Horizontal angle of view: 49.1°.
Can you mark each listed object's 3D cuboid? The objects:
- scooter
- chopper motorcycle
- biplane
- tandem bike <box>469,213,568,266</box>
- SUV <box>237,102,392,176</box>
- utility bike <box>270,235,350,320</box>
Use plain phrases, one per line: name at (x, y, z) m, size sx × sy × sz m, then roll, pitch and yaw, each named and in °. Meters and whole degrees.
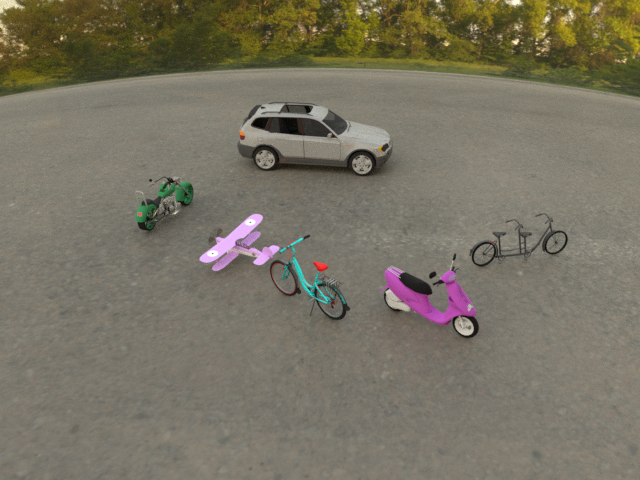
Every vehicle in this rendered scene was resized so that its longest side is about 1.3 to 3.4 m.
scooter at (1.363, 0.642, 8.734) m, size 1.399 × 0.919 × 0.662 m, roll 19°, pitch 32°, yaw 32°
chopper motorcycle at (-2.552, -0.715, 11.579) m, size 0.466 × 0.761 × 1.563 m, roll 10°, pitch 29°, yaw 18°
biplane at (-1.140, 0.129, 10.200) m, size 1.090 × 0.504 × 1.336 m, roll 16°, pitch 31°, yaw 29°
tandem bike at (2.941, -0.001, 10.260) m, size 1.642 × 0.682 × 0.283 m, roll -8°, pitch 28°, yaw -15°
SUV at (-0.096, -2.049, 13.799) m, size 3.058 × 1.128 × 1.276 m, roll 4°, pitch 27°, yaw 8°
utility bike at (-0.194, 0.490, 9.003) m, size 1.435 × 0.946 × 0.535 m, roll 23°, pitch 35°, yaw 38°
